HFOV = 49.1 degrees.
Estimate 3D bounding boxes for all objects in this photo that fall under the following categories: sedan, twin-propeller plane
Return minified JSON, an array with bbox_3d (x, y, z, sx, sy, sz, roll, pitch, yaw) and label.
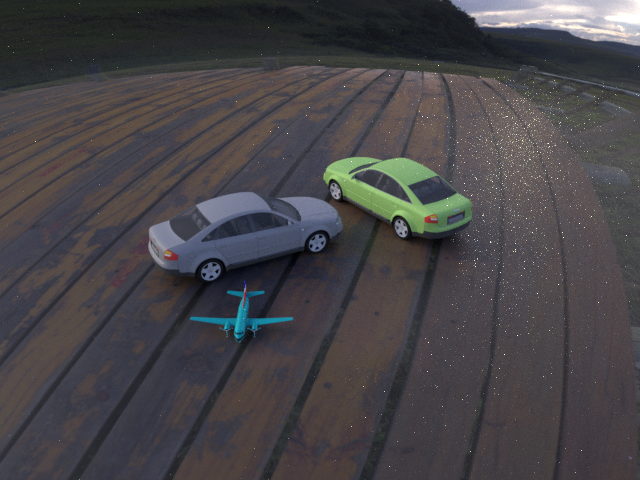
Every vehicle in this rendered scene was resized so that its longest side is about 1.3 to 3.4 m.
[{"bbox_3d":[-1.113,-0.217,11.005,3.137,0.940,1.235,-15,32,-24],"label":"sedan"},{"bbox_3d":[1.278,-0.932,12.295,1.235,0.940,3.137,-20,35,-31],"label":"sedan"},{"bbox_3d":[-1.043,0.974,9.404,1.370,0.407,1.095,0,29,0],"label":"twin-propeller plane"}]
